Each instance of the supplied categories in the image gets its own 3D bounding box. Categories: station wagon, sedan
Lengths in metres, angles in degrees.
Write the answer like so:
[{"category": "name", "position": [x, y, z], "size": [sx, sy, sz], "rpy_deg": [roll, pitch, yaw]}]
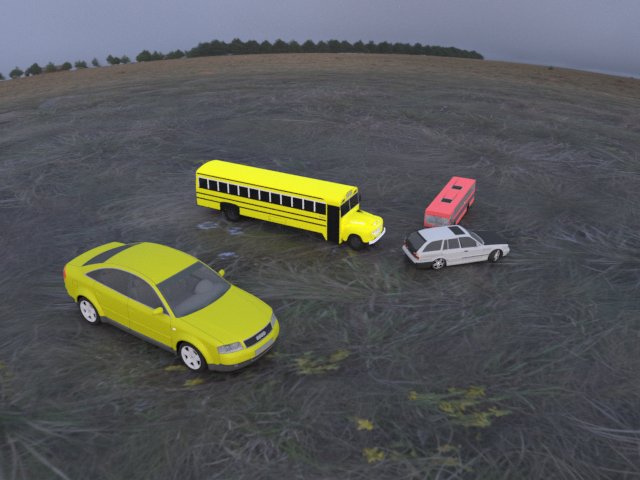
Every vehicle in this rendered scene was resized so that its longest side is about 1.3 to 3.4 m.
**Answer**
[{"category": "station wagon", "position": [2.086, 0.058, 10.636], "size": [1.597, 0.473, 0.682], "rpy_deg": [-7, 27, -14]}, {"category": "sedan", "position": [-1.932, 0.684, 8.857], "size": [3.137, 0.940, 1.235], "rpy_deg": [17, 31, 30]}]

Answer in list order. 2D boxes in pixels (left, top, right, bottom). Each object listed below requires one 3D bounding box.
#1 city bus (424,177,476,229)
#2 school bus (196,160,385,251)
[{"category": "city bus", "position": [2.223, -0.568, 11.907], "size": [0.476, 0.460, 1.674], "rpy_deg": [12, 29, 23]}, {"category": "school bus", "position": [-0.518, -0.620, 11.581], "size": [3.322, 0.844, 0.709], "rpy_deg": [13, 29, 25]}]
